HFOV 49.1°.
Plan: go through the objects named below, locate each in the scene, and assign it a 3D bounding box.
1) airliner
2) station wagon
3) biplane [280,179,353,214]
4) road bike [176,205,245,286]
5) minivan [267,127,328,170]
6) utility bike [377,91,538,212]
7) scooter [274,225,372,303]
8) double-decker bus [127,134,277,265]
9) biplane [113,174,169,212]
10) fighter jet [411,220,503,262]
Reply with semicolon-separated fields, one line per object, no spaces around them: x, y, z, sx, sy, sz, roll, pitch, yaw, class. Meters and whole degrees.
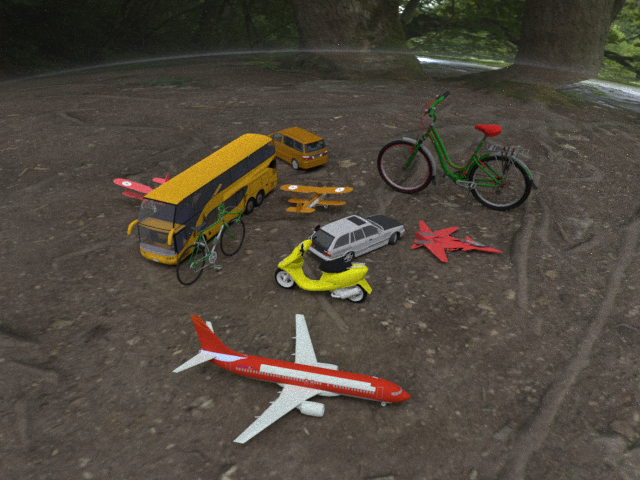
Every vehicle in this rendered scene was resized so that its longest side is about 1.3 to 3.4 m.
-0.252;1.342;7.718;2.541;0.835;2.257;7;30;12;airliner
0.578;-0.099;10.703;1.597;0.473;0.682;-21;35;-32;station wagon
-0.143;-0.670;11.706;1.336;0.504;1.090;13;32;23;biplane
-1.550;0.041;10.059;0.358;0.852;1.545;16;33;27;road bike
-0.519;-1.873;13.770;0.681;0.616;1.548;-21;35;-33;minivan
2.242;-1.404;11.654;2.791;1.839;1.039;12;31;21;utility bike
0.025;0.360;9.410;1.399;0.919;0.662;10;30;18;scooter
-1.729;-0.706;11.203;0.756;1.052;3.251;13;31;22;double-decker bus
-2.783;-0.797;11.935;1.336;0.504;1.090;7;30;12;biplane
2.115;0.010;10.699;1.358;0.286;1.147;9;30;16;fighter jet
